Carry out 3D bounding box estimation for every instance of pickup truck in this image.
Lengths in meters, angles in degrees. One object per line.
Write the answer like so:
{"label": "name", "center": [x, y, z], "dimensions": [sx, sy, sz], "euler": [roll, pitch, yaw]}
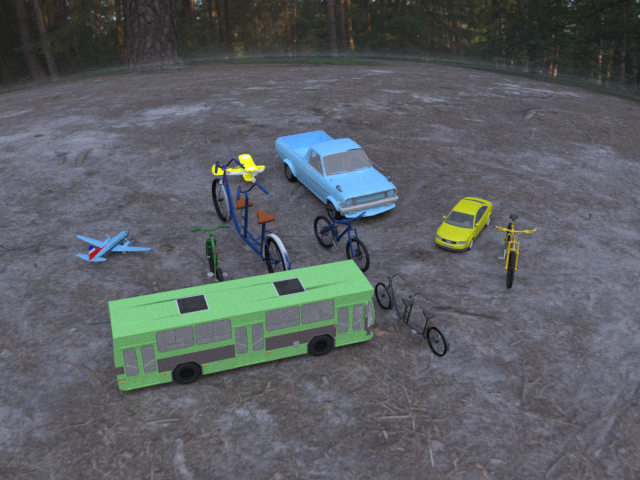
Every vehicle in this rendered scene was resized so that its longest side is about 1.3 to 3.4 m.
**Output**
{"label": "pickup truck", "center": [0.230, -1.385, 13.194], "dimensions": [1.244, 0.993, 3.117], "euler": [-13, 32, -23]}

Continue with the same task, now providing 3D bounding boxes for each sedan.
{"label": "sedan", "center": [2.442, -0.328, 11.825], "dimensions": [0.635, 0.483, 1.613], "euler": [15, 33, 25]}

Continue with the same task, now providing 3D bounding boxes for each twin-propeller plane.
{"label": "twin-propeller plane", "center": [-3.375, 0.057, 11.214], "dimensions": [1.370, 0.407, 1.095], "euler": [9, 31, 16]}

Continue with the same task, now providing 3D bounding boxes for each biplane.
{"label": "biplane", "center": [-1.560, -1.367, 13.662], "dimensions": [1.090, 0.504, 1.336], "euler": [-6, 30, -11]}

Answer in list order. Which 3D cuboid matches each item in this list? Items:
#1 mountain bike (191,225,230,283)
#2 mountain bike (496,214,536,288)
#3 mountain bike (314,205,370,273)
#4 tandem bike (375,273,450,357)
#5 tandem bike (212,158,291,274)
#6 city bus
{"label": "mountain bike", "center": [-1.535, 0.326, 10.261], "dimensions": [0.573, 0.868, 1.469], "euler": [-8, 30, -14]}
{"label": "mountain bike", "center": [2.919, 0.086, 10.690], "dimensions": [0.573, 0.868, 1.469], "euler": [6, 30, 10]}
{"label": "mountain bike", "center": [0.321, -0.082, 10.991], "dimensions": [0.573, 0.868, 1.469], "euler": [-18, 34, -29]}
{"label": "tandem bike", "center": [1.204, 0.936, 9.361], "dimensions": [0.283, 0.682, 1.642], "euler": [-16, 33, -26]}
{"label": "tandem bike", "center": [-1.171, -0.400, 11.090], "dimensions": [0.550, 1.326, 3.192], "euler": [-14, 32, -24]}
{"label": "city bus", "center": [-0.959, 1.073, 8.899], "dimensions": [3.255, 0.894, 0.926], "euler": [-9, 31, -16]}
